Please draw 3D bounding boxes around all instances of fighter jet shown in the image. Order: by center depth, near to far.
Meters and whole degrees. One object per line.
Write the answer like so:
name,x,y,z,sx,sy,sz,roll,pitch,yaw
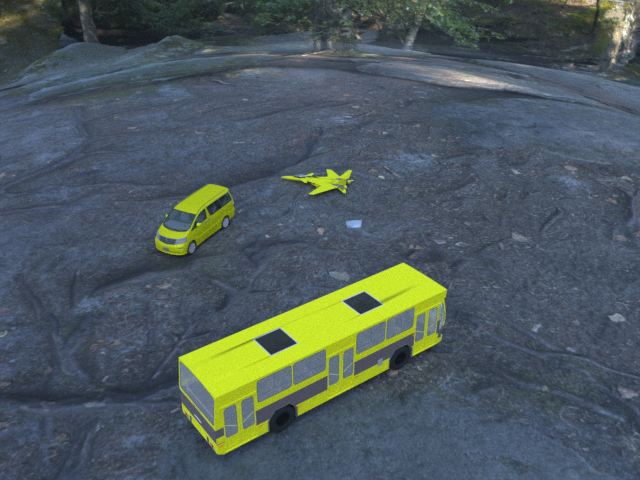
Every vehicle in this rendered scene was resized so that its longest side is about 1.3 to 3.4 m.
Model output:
fighter jet,-0.095,-1.170,13.076,1.358,0.286,1.147,9,31,15

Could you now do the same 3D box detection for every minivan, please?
minivan,-2.013,-0.337,11.280,0.681,0.616,1.548,14,33,23

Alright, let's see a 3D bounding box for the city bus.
city bus,0.023,1.300,8.123,3.255,0.894,0.926,-20,35,-31
